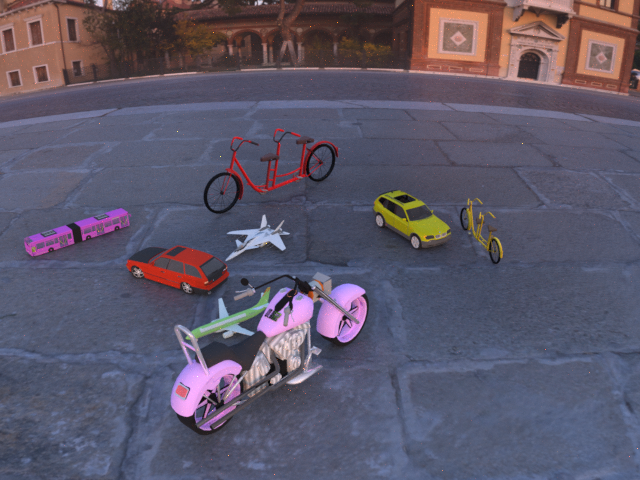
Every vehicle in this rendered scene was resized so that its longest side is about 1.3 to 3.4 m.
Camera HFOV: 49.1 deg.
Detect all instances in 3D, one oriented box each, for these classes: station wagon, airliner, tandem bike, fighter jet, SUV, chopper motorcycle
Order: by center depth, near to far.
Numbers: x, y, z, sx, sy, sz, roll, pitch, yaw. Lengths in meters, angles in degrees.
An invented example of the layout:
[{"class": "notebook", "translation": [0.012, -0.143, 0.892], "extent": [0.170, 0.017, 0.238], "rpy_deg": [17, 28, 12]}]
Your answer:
[{"class": "chopper motorcycle", "translation": [-0.436, 1.032, 7.991], "extent": [0.906, 1.480, 3.040], "rpy_deg": [21, 34, 36]}, {"class": "airliner", "translation": [-1.186, 0.986, 9.248], "extent": [1.307, 0.429, 1.161], "rpy_deg": [-18, 32, -31]}, {"class": "station wagon", "translation": [-2.151, 0.365, 10.432], "extent": [1.597, 0.473, 0.682], "rpy_deg": [14, 30, 25]}, {"class": "tandem bike", "translation": [2.601, -0.207, 11.336], "extent": [0.283, 0.682, 1.642], "rpy_deg": [-5, 27, -10]}, {"class": "fighter jet", "translation": [-1.114, -0.009, 11.382], "extent": [1.147, 0.286, 1.358], "rpy_deg": [16, 31, 28]}, {"class": "SUV", "translation": [1.529, -0.378, 11.788], "extent": [0.656, 0.580, 1.572], "rpy_deg": [-16, 31, -29]}, {"class": "tandem bike", "translation": [-0.833, -1.432, 13.052], "extent": [3.192, 1.326, 0.550], "rpy_deg": [-22, 34, -36]}]

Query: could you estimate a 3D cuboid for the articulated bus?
[{"class": "articulated bus", "translation": [-3.997, -0.143, 11.645], "extent": [1.749, 0.289, 0.311], "rpy_deg": [-23, 35, -38]}]
